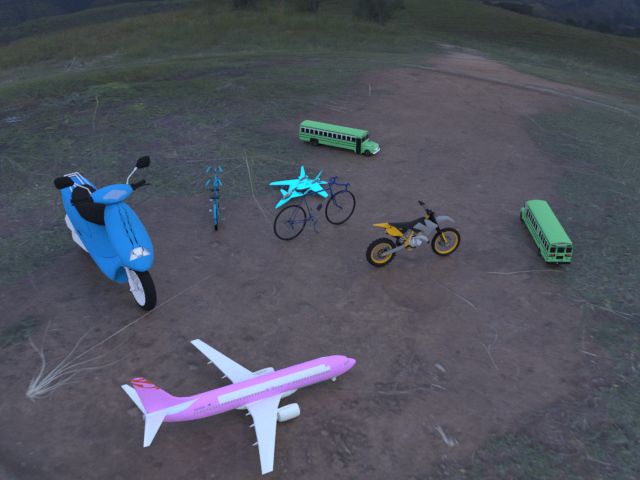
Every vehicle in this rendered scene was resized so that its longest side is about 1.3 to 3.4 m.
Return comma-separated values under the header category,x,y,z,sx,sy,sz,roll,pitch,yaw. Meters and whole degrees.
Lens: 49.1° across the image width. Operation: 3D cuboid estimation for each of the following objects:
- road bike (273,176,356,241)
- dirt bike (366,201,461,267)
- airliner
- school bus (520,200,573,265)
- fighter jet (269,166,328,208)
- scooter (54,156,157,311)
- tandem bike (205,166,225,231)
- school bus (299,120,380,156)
category,x,y,z,sx,sy,sz,roll,pitch,yaw
road bike,-0.064,-0.505,10.963,1.545,0.852,0.358,-18,34,-29
dirt bike,1.374,-0.067,10.165,1.493,0.857,0.527,-8,30,-15
airliner,-0.730,1.455,7.434,2.541,0.835,2.257,-13,32,-23
school bus,3.458,-0.177,10.801,0.365,0.434,1.708,0,29,1
fighter jet,-0.434,-0.903,12.267,1.147,0.286,1.358,14,32,24
scooter,-2.954,-0.278,9.586,1.288,1.786,2.721,-20,35,-32
tandem bike,-1.728,-0.749,11.579,0.283,0.682,1.642,-3,29,-6
school bus,0.397,-2.078,14.239,1.708,0.434,0.365,15,32,25
